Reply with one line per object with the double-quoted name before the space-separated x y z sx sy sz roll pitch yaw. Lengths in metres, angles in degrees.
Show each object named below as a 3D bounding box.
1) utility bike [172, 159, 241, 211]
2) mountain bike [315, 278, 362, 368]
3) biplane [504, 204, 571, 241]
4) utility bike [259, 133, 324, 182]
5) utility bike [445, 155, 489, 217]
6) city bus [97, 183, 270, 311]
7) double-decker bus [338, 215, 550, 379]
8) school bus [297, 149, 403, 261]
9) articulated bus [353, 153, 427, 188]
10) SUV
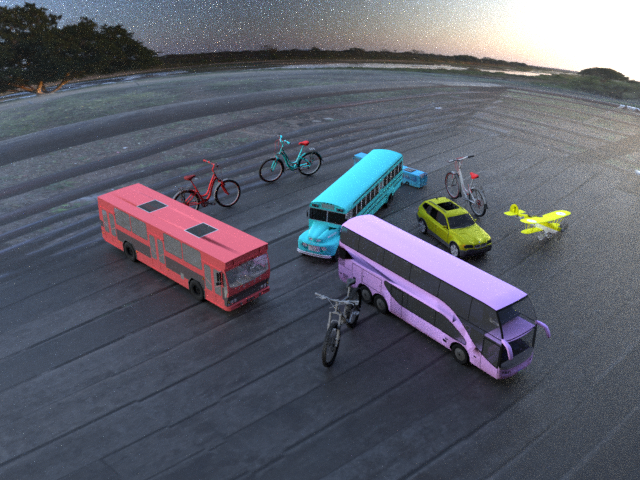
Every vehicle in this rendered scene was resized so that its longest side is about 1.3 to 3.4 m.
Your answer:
"utility bike" -2.101 -0.941 12.642 1.435 0.946 0.535 -18 32 -31
"mountain bike" 0.297 0.974 9.018 0.573 0.868 1.469 10 29 18
"biplane" 3.690 -0.319 11.917 1.336 0.504 1.090 -21 34 -35
"utility bike" -0.544 -1.638 13.989 1.435 0.946 0.535 -12 30 -23
"utility bike" 2.631 -1.015 12.785 0.535 0.946 1.435 -10 29 -19
"city bus" -2.161 0.064 10.751 3.255 0.894 0.926 23 35 38
"double-decker bus" 1.484 0.691 9.366 0.756 1.052 3.251 -20 33 -33
"school bus" 0.592 -0.674 12.236 0.709 0.844 3.322 12 30 22
"articulated bus" 1.413 -1.438 14.319 1.749 0.289 0.311 24 35 38
"SUV" 2.223 -0.247 11.696 0.656 0.580 1.572 -12 30 -22
